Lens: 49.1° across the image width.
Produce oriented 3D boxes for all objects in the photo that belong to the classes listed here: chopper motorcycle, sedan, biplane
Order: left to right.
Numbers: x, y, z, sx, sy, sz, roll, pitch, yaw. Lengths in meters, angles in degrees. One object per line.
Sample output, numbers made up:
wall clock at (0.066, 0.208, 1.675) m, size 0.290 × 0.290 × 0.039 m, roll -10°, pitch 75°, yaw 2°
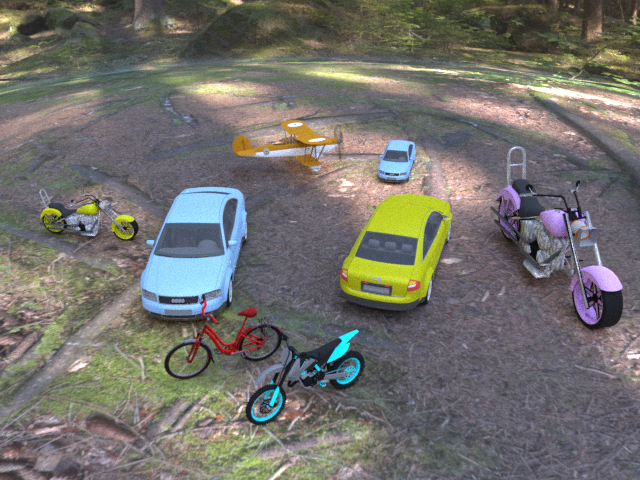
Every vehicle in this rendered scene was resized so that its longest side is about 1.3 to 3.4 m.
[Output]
chopper motorcycle at (-3.603, -0.394, 10.857) m, size 1.563 × 0.761 × 0.466 m, roll 4°, pitch 28°, yaw 8°
sedan at (-1.729, 0.002, 9.909) m, size 1.235 × 0.940 × 3.137 m, roll 0°, pitch 28°, yaw 0°
biplane at (-0.594, -1.757, 13.222) m, size 2.120 × 0.981 × 2.598 m, roll -7°, pitch 28°, yaw -13°
sedan at (1.481, -1.566, 13.393) m, size 0.635 × 0.483 × 1.613 m, roll 6°, pitch 28°, yaw 11°
sedan at (1.171, -0.052, 10.012) m, size 1.235 × 0.940 × 3.137 m, roll 9°, pitch 29°, yaw 16°
chopper motorcycle at (3.203, -0.118, 9.556) m, size 0.906 × 1.480 × 3.040 m, roll -6°, pitch 28°, yaw -11°

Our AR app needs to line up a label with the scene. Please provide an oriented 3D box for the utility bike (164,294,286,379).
utility bike at (-1.031, 1.098, 7.811) m, size 1.435 × 0.946 × 0.535 m, roll -11°, pitch 30°, yaw -20°

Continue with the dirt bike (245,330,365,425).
dirt bike at (-0.125, 1.393, 7.344) m, size 1.493 × 0.857 × 0.527 m, roll -18°, pitch 32°, yaw -30°
